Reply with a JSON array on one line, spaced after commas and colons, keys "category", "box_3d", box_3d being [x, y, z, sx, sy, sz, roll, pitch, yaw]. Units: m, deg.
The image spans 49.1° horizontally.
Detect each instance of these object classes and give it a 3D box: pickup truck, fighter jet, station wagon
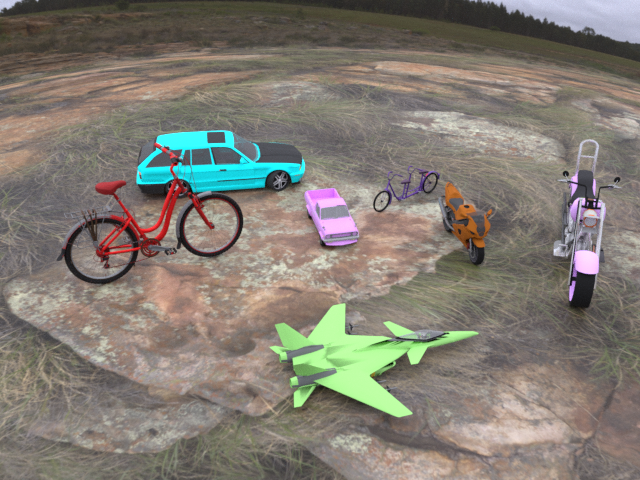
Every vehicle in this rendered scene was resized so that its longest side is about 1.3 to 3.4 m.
[{"category": "pickup truck", "box_3d": [0.173, -0.447, 11.620, 0.640, 0.511, 1.603, -6, 30, -11]}, {"category": "fighter jet", "box_3d": [0.790, 1.254, 8.601, 2.640, 0.557, 2.229, -9, 31, -15]}, {"category": "station wagon", "box_3d": [-1.831, -1.495, 13.039, 3.105, 0.920, 1.327, -5, 30, -8]}]

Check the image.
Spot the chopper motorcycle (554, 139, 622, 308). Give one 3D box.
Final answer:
[{"category": "chopper motorcycle", "box_3d": [3.931, -0.315, 10.413, 0.906, 1.480, 3.040, 8, 31, 14]}]

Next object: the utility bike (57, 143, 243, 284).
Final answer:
[{"category": "utility bike", "box_3d": [-2.488, -0.414, 10.225, 2.791, 1.839, 1.039, -14, 33, -23]}]

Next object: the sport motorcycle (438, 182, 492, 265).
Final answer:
[{"category": "sport motorcycle", "box_3d": [2.259, -0.269, 10.996, 0.506, 0.821, 1.520, -6, 30, -10]}]

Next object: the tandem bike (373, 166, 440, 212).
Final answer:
[{"category": "tandem bike", "box_3d": [1.555, -0.980, 12.379, 1.642, 0.682, 0.283, -22, 36, -33]}]
